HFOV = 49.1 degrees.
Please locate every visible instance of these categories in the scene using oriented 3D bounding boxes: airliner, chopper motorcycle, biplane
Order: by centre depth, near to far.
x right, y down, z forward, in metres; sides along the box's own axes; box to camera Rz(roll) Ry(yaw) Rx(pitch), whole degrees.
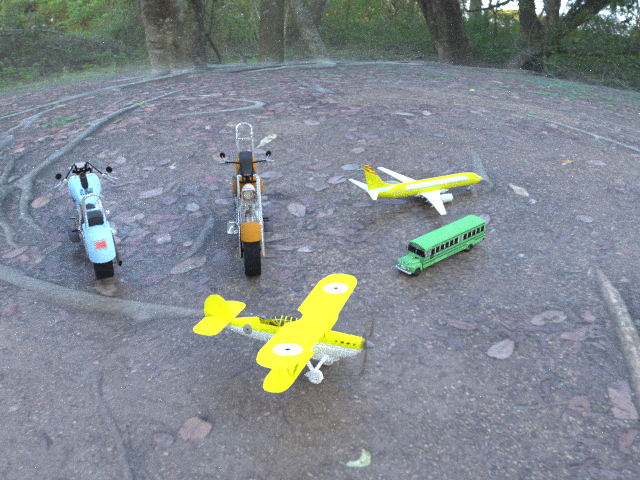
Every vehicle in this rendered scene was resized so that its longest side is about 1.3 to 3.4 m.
[{"bbox_3d":[-0.381,1.057,8.233,2.120,0.981,2.598,9,29,16],"label":"biplane"},{"bbox_3d":[-3.550,-0.551,10.739,0.906,1.480,3.040,-11,30,-20],"label":"chopper motorcycle"},{"bbox_3d":[-1.140,-0.716,11.050,0.906,1.480,3.040,-3,28,-6],"label":"chopper motorcycle"},{"bbox_3d":[1.857,-1.123,12.509,2.541,0.835,2.257,-12,30,-21],"label":"airliner"}]

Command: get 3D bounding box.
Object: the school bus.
[{"bbox_3d":[1.853,0.074,10.676,1.708,0.434,0.365,-22,35,-35],"label":"school bus"}]
